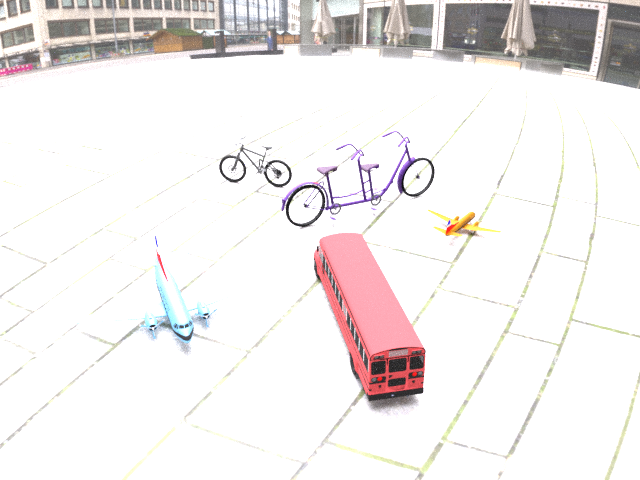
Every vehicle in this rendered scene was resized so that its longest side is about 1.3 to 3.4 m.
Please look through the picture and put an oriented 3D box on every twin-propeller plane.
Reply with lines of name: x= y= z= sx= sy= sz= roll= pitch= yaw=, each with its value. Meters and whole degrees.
twin-propeller plane: x=-2.041 y=0.671 z=9.541 sx=2.663 sy=0.792 sz=2.129 roll=-11 pitch=31 yaw=-19
twin-propeller plane: x=2.361 y=-0.316 z=11.728 sx=1.370 sy=0.407 sz=1.095 roll=20 pitch=35 yaw=32

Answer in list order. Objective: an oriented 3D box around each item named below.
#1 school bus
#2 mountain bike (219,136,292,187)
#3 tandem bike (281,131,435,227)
school bus: x=0.530 y=0.787 z=9.277 sx=0.709 sy=0.844 sz=3.322 roll=-6 pitch=29 yaw=-10
mountain bike: x=-1.240 y=-1.455 z=13.317 sx=1.469 sy=0.868 sz=0.573 roll=7 pitch=30 yaw=12
tandem bike: x=0.744 y=-1.094 z=12.189 sx=3.192 sy=1.326 sz=0.550 roll=-16 pitch=32 yaw=-26
